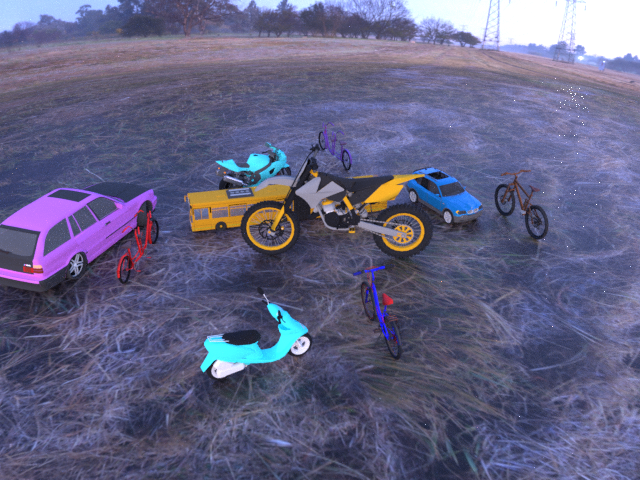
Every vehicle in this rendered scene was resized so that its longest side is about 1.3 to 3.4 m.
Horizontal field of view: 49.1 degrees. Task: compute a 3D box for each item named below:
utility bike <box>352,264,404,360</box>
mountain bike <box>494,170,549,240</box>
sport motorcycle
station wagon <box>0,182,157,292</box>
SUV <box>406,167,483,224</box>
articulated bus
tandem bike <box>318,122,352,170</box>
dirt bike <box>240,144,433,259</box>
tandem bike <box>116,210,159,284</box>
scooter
[{"bbox_3d":[0.708,0.832,8.671,0.535,0.946,1.435,-8,29,-14],"label":"utility bike"},{"bbox_3d":[3.311,-0.620,11.501,0.573,0.868,1.469,-10,29,-17],"label":"mountain bike"},{"bbox_3d":[-1.185,-1.249,12.740,1.520,0.821,0.506,-17,32,-29],"label":"sport motorcycle"},{"bbox_3d":[-3.768,-0.311,10.860,1.327,0.920,3.105,10,29,18],"label":"station wagon"},{"bbox_3d":[2.146,-0.804,12.157,0.656,0.580,1.572,-15,31,-26],"label":"SUV"},{"bbox_3d":[-0.542,-0.640,11.866,3.401,0.561,0.605,-7,29,-12],"label":"articulated bus"},{"bbox_3d":[0.294,-1.949,14.213,0.283,0.682,1.642,-11,30,-20],"label":"tandem bike"},{"bbox_3d":[0.246,-0.478,10.378,2.903,1.666,1.024,1,28,2],"label":"dirt bike"},{"bbox_3d":[-2.717,0.035,10.462,0.283,0.682,1.642,4,28,7],"label":"tandem bike"},{"bbox_3d":[-0.725,1.119,8.157,1.399,0.919,0.662,-13,31,-23],"label":"scooter"}]
